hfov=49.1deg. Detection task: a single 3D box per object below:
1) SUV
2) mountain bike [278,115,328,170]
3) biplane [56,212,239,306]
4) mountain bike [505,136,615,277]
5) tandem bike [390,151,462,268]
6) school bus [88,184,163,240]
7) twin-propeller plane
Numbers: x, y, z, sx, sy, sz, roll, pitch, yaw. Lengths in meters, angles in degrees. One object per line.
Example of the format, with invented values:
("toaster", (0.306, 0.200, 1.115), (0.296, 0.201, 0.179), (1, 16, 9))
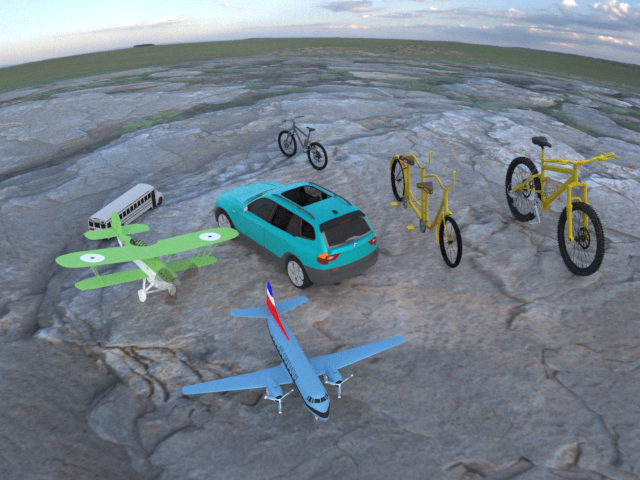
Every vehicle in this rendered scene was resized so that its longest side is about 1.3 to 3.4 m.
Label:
("SUV", (-0.433, -0.318, 10.655), (1.276, 1.128, 3.058), (-21, 35, -33))
("mountain bike", (-0.356, -1.931, 13.868), (0.573, 0.868, 1.469), (-24, 37, -36))
("biplane", (-2.450, 0.201, 9.862), (2.598, 0.981, 2.120), (-21, 35, -33))
("mountain bike", (3.566, -0.692, 10.756), (1.114, 1.688, 2.857), (-6, 29, -11))
("tandem bike", (1.659, -0.769, 11.273), (0.550, 1.326, 3.192), (-6, 29, -11))
("school bus", (-3.217, -0.526, 11.757), (0.365, 0.434, 1.708), (10, 30, 18))
("twin-propeller plane", (-0.311, 1.272, 8.106), (2.663, 0.792, 2.129), (-10, 30, -18))
